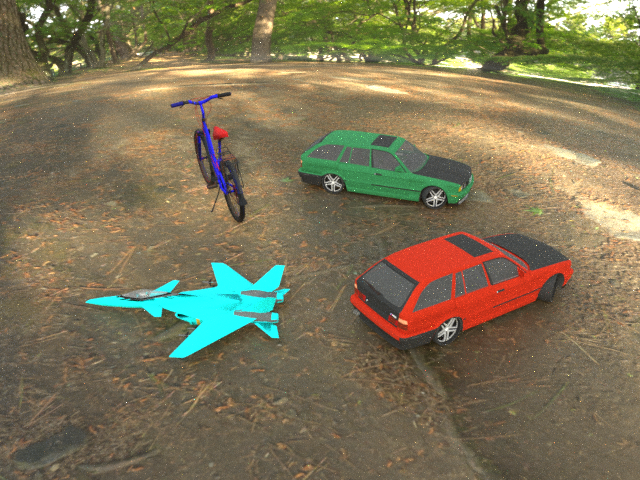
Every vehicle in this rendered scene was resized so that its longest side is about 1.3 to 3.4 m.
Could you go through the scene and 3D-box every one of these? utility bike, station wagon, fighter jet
[{"bbox_3d":[-1.837,-1.447,11.772,1.039,1.839,2.791,-12,30,-21],"label":"utility bike"},{"bbox_3d":[1.202,-1.346,12.571,3.105,0.920,1.327,10,29,19],"label":"station wagon"},{"bbox_3d":[-1.766,0.712,9.022,2.640,0.557,2.229,2,28,4],"label":"fighter jet"},{"bbox_3d":[1.945,0.443,9.145,3.105,0.920,1.327,-16,32,-28],"label":"station wagon"}]
